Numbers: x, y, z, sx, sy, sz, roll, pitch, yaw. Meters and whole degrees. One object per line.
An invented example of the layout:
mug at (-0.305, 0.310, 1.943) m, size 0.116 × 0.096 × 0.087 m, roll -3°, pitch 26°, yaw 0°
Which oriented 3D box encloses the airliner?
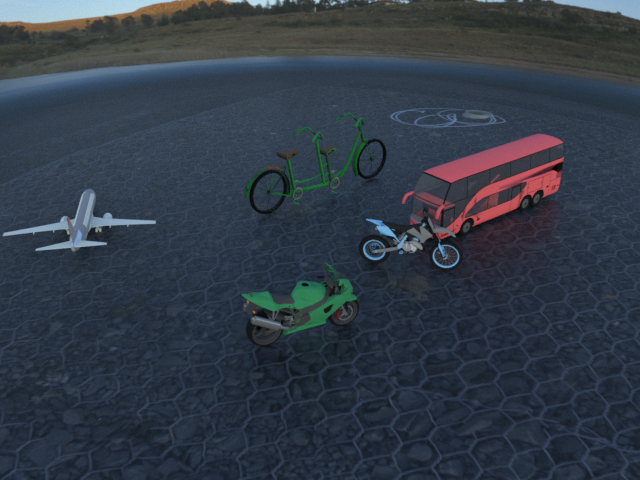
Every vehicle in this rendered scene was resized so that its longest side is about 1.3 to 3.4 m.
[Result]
airliner at (-3.741, -0.477, 10.956) m, size 2.257 × 0.835 × 2.541 m, roll -5°, pitch 28°, yaw -10°

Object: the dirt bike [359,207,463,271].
dirt bike at (1.298, 0.007, 10.001) m, size 1.493 × 0.857 × 0.527 m, roll 6°, pitch 28°, yaw 11°

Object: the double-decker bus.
double-decker bus at (2.781, -0.901, 11.535) m, size 3.251 × 1.052 × 0.756 m, roll -20°, pitch 33°, yaw -33°

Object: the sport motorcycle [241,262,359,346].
sport motorcycle at (-0.208, 0.809, 8.499) m, size 1.520 × 0.821 × 0.506 m, roll -11°, pitch 30°, yaw -21°

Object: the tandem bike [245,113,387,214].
tandem bike at (0.017, -1.381, 12.162) m, size 3.192 × 1.326 × 0.550 m, roll -21°, pitch 34°, yaw -35°
